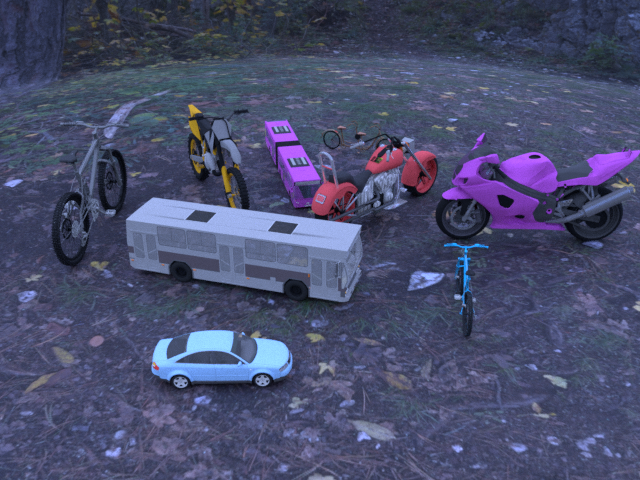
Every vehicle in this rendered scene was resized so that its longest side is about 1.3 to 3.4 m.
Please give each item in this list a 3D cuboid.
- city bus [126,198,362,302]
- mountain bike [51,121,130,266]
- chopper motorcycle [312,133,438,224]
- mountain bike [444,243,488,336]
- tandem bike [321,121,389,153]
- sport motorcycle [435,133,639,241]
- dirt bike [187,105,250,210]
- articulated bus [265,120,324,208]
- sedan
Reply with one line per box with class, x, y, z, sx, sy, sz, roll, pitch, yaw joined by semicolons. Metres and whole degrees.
city bus;-1.072;0.144;9.889;3.255;0.894;0.926;8;29;15
mountain bike;-3.561;-0.842;10.896;1.114;1.688;2.857;2;28;4
chopper motorcycle;1.014;-1.116;11.632;0.906;1.480;3.040;24;36;38
mountain bike;1.888;0.575;9.106;0.573;0.868;1.469;2;28;4
tandem bike;0.779;-2.106;14.343;1.642;0.682;0.283;12;30;22
sport motorcycle;3.287;-0.725;10.775;2.955;1.596;0.983;1;28;1
dirt bike;-1.809;-1.492;12.140;1.024;1.666;2.903;-13;31;-23
articulated bus;-0.570;-1.540;13.407;0.605;0.561;3.401;-6;29;-11
sedan;-1.127;1.336;8.087;1.613;0.483;0.635;-1;28;-1
